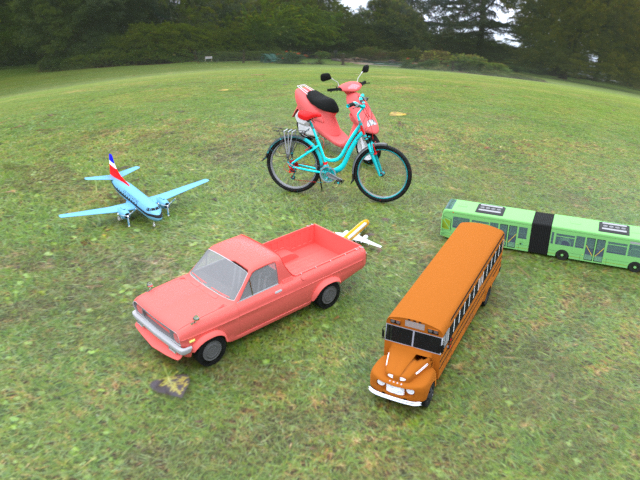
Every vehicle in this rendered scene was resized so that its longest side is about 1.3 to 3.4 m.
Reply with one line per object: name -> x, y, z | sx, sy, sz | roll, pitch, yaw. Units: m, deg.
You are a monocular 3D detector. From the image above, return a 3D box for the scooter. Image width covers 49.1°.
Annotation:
scooter -> 0.313, -2.714, 14.543 | 1.288, 1.786, 2.721 | -21, 33, -35

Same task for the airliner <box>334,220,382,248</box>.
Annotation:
airliner -> 0.494, -0.162, 10.993 | 1.161, 0.429, 1.307 | 14, 30, 25

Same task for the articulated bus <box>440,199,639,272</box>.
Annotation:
articulated bus -> 3.571, -0.072, 10.667 | 3.401, 0.561, 0.605 | 10, 29, 19

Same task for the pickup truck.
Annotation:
pickup truck -> -0.829, 0.503, 9.048 | 3.117, 0.993, 1.244 | -22, 34, -37

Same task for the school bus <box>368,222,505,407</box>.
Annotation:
school bus -> 1.521, 0.800, 8.626 | 0.709, 0.844, 3.322 | 13, 30, 24

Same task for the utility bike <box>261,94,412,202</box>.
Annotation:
utility bike -> 0.291, -1.671, 12.418 | 2.791, 1.839, 1.039 | 8, 28, 15

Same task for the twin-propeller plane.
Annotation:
twin-propeller plane -> -3.190, -0.848, 11.949 | 2.663, 0.792, 2.129 | -18, 32, -32
